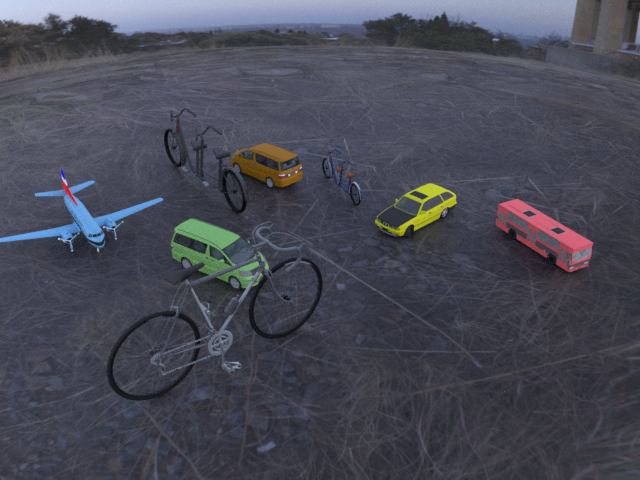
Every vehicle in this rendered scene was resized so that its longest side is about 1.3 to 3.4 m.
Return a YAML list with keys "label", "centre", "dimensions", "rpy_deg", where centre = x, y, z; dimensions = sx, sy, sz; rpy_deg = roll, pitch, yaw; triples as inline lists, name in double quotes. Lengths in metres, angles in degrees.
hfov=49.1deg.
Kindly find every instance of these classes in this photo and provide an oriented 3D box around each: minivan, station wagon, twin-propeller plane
- label: "minivan"
  centre: [-1.496, 0.193, 10.468]
  dimensions: [1.548, 0.616, 0.681]
  rpy_deg: [18, 35, 28]
- label: "station wagon"
  centre: [1.635, -0.545, 11.867]
  dimensions: [1.597, 0.473, 0.682]
  rpy_deg: [-26, 39, -37]
- label: "twin-propeller plane"
  centre: [-3.912, -0.475, 11.434]
  dimensions: [2.663, 0.792, 2.129]
  rpy_deg: [-18, 35, -27]
- label: "minivan"
  centre: [-1.048, -1.490, 13.340]
  dimensions: [1.548, 0.616, 0.681]
  rpy_deg: [26, 39, 37]

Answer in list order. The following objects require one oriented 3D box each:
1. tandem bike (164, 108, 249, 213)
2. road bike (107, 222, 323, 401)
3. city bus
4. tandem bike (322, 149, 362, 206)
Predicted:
- label: "tandem bike"
  centre: [-2.151, -1.537, 12.717]
  dimensions: [0.550, 1.326, 3.192]
  rpy_deg: [-20, 36, -31]
- label: "road bike"
  centre: [-1.151, 0.827, 8.358]
  dimensions: [3.004, 1.656, 0.696]
  rpy_deg: [-22, 37, -32]
- label: "city bus"
  centre: [3.508, -0.081, 11.089]
  dimensions: [0.476, 0.460, 1.674]
  rpy_deg: [-15, 34, -24]
- label: "tandem bike"
  centre: [0.384, -1.195, 12.771]
  dimensions: [0.283, 0.682, 1.642]
  rpy_deg: [-13, 33, -21]
